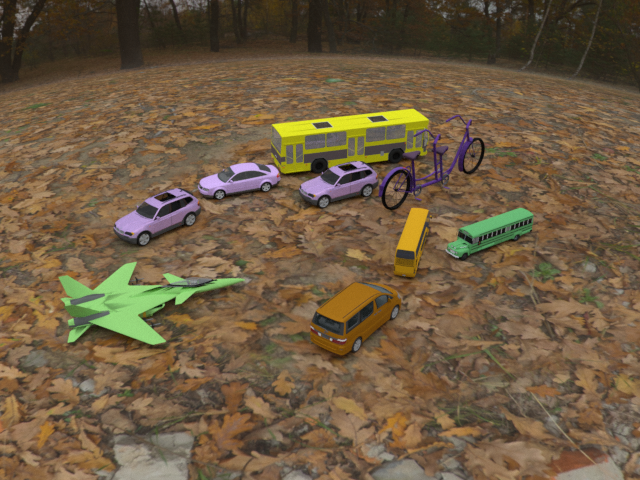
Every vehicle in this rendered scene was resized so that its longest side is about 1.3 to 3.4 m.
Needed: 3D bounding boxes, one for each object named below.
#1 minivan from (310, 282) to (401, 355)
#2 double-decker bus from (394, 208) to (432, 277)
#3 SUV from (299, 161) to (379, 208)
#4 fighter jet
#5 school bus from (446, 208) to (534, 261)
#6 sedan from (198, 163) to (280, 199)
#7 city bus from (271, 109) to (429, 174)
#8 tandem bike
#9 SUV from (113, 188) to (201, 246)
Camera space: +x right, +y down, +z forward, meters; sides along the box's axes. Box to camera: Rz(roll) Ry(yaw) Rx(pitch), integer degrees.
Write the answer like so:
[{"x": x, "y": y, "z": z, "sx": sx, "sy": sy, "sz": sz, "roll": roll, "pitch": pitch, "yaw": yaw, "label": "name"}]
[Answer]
[{"x": 0.528, "y": 0.959, "z": 9.587, "sx": 0.681, "sy": 0.616, "sz": 1.548, "roll": 20, "pitch": 35, "yaw": 32, "label": "minivan"}, {"x": 1.516, "y": -0.002, "z": 11.392, "sx": 0.389, "sy": 0.541, "sz": 1.672, "roll": 8, "pitch": 30, "yaw": 14, "label": "double-decker bus"}, {"x": 0.361, "y": -1.093, "z": 13.314, "sx": 1.572, "sy": 0.580, "sz": 0.656, "roll": -16, "pitch": 33, "yaw": -26, "label": "SUV"}, {"x": -2.356, "y": 0.701, "z": 10.111, "sx": 2.640, "sy": 0.557, "sz": 2.229, "roll": -11, "pitch": 31, "yaw": -20, "label": "fighter jet"}, {"x": 2.839, "y": -0.109, "z": 11.694, "sx": 1.708, "sy": 0.434, "sz": 0.365, "roll": -17, "pitch": 34, "yaw": -28, "label": "school bus"}, {"x": -1.571, "y": -1.193, "z": 13.595, "sx": 1.613, "sy": 0.483, "sz": 0.635, "roll": -11, "pitch": 31, "yaw": -19, "label": "sedan"}, {"x": 0.641, "y": -2.057, "z": 14.725, "sx": 3.255, "sy": 0.894, "sz": 0.926, "roll": -9, "pitch": 30, "yaw": -16, "label": "city bus"}, {"x": 2.215, "y": -1.535, "z": 13.342, "sx": 3.192, "sy": 1.326, "sz": 0.550, "roll": -25, "pitch": 37, "yaw": -37, "label": "tandem bike"}, {"x": -2.813, "y": -0.439, "z": 12.138, "sx": 0.656, "sy": 0.580, "sz": 1.572, "roll": 25, "pitch": 37, "yaw": 37, "label": "SUV"}]
